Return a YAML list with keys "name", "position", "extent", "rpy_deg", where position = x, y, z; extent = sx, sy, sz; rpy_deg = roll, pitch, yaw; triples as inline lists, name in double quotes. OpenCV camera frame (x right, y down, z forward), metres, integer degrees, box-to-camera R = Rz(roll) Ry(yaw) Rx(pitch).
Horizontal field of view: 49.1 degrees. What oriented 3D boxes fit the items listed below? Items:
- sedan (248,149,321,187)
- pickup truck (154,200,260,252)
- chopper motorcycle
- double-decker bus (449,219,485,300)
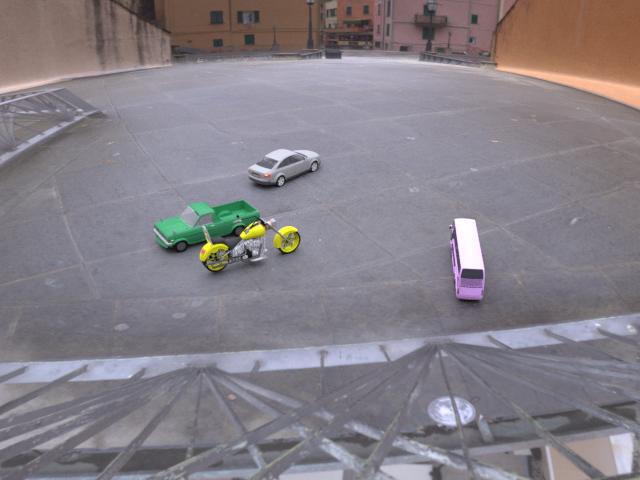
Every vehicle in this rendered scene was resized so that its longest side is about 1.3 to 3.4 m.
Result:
- name: "sedan"
  position: [-0.633, -1.425, 12.986]
  extent: [0.635, 0.483, 1.613]
  rpy_deg: [22, 35, 35]
- name: "pickup truck"
  position: [-1.740, -0.298, 10.811]
  extent: [1.603, 0.511, 0.640]
  rpy_deg: [-16, 32, -28]
- name: "chopper motorcycle"
  position: [-0.983, -0.016, 10.007]
  extent: [1.563, 0.761, 0.466]
  rpy_deg: [-16, 32, -28]
- name: "double-decker bus"
  position: [2.047, 0.220, 9.794]
  extent: [0.389, 0.541, 1.672]
  rpy_deg: [3, 28, 6]
